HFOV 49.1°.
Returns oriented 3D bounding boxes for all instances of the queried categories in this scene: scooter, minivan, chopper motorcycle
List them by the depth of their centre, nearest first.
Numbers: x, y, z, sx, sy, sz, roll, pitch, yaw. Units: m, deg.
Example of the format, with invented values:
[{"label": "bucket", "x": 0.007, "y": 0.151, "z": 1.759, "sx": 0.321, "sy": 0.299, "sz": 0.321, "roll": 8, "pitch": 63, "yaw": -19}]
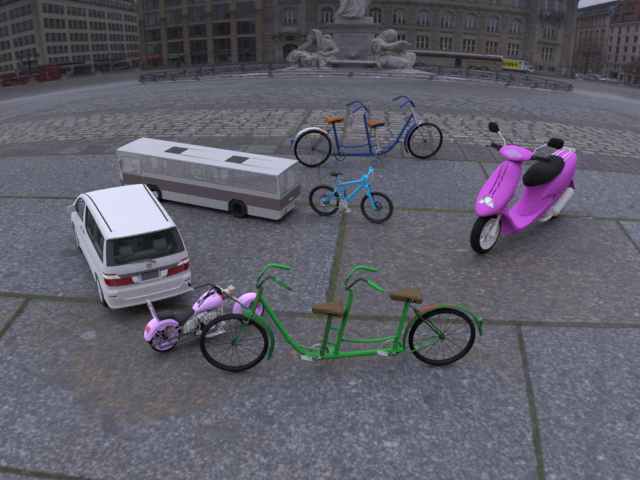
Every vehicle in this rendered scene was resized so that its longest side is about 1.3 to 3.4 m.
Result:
[{"label": "chopper motorcycle", "x": -1.380, "y": 0.853, "z": 8.473, "sx": 1.563, "sy": 0.761, "sz": 0.466, "roll": -17, "pitch": 31, "yaw": -31}, {"label": "minivan", "x": -2.797, "y": -0.128, "z": 9.990, "sx": 1.324, "sy": 1.197, "sz": 3.011, "roll": -12, "pitch": 29, "yaw": -24}, {"label": "scooter", "x": 3.261, "y": -0.918, "z": 10.941, "sx": 2.721, "sy": 1.786, "sz": 1.288, "roll": -22, "pitch": 33, "yaw": -37}]

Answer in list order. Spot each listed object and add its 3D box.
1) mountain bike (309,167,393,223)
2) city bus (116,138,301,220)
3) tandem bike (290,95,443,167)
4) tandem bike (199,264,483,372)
[{"label": "mountain bike", "x": 0.506, "y": -0.741, "z": 11.626, "sx": 1.469, "sy": 0.868, "sz": 0.573, "roll": 9, "pitch": 27, "yaw": 17}, {"label": "city bus", "x": -1.975, "y": -1.072, "z": 12.277, "sx": 3.255, "sy": 0.894, "sz": 0.926, "roll": 11, "pitch": 28, "yaw": 21}, {"label": "tandem bike", "x": 0.972, "y": -2.169, "z": 14.038, "sx": 3.192, "sy": 1.326, "sz": 0.550, "roll": -5, "pitch": 26, "yaw": -11}, {"label": "tandem bike", "x": 0.250, "y": 0.885, "z": 7.763, "sx": 3.192, "sy": 1.326, "sz": 0.550, "roll": -1, "pitch": 26, "yaw": -3}]
